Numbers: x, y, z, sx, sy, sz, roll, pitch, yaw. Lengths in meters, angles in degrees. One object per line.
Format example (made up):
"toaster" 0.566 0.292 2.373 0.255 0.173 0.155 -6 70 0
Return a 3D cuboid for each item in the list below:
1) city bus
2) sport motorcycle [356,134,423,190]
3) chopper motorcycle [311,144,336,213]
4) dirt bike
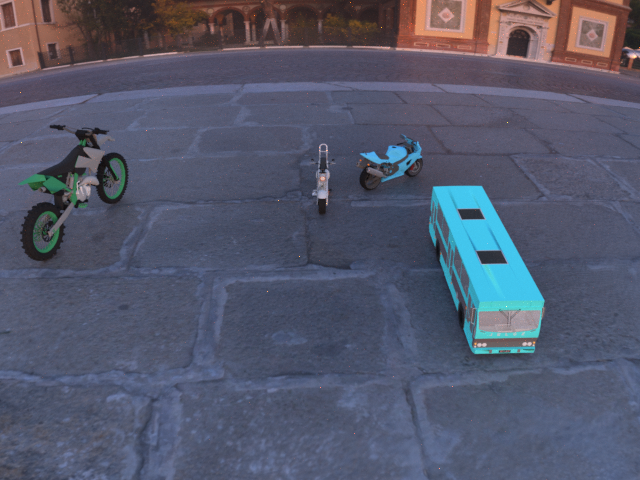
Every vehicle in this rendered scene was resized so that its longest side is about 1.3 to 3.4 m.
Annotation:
"city bus" 2.227 0.318 9.915 0.926 0.894 3.255 -1 30 -2
"sport motorcycle" 1.346 -1.442 13.080 1.520 0.821 0.506 -19 35 -29
"chopper motorcycle" 0.048 -1.108 12.555 0.466 0.761 1.563 0 30 1
"dirt bike" -3.952 -0.934 11.333 1.024 1.666 2.903 8 31 14
